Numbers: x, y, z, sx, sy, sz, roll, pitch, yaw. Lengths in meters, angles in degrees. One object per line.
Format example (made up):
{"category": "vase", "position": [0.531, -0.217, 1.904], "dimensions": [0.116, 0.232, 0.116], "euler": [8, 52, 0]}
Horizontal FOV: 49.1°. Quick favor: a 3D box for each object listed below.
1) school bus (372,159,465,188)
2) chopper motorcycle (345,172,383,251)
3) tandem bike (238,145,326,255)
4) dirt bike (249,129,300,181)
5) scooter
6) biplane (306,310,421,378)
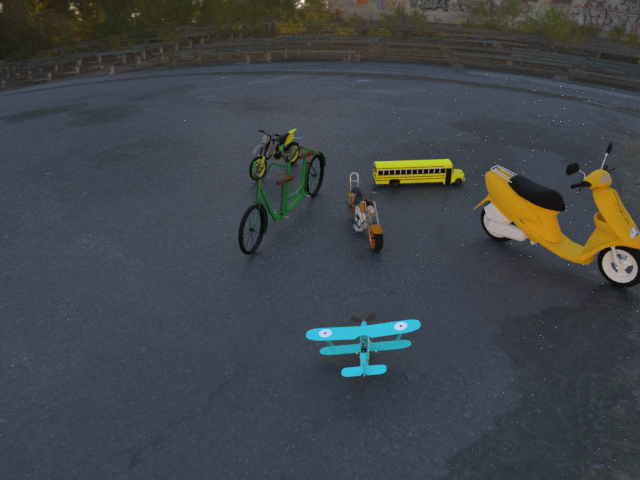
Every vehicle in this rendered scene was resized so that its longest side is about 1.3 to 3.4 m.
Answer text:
{"category": "school bus", "position": [1.847, -1.248, 12.996], "dimensions": [1.708, 0.434, 0.365], "euler": [-2, 28, -5]}
{"category": "chopper motorcycle", "position": [0.717, -0.464, 11.140], "dimensions": [0.466, 0.761, 1.563], "euler": [-6, 28, -12]}
{"category": "tandem bike", "position": [-0.542, -0.903, 11.371], "dimensions": [0.550, 1.326, 3.192], "euler": [11, 30, 20]}
{"category": "dirt bike", "position": [-0.850, -1.697, 13.399], "dimensions": [0.527, 0.857, 1.493], "euler": [19, 33, 32]}
{"category": "scooter", "position": [3.458, -0.490, 10.082], "dimensions": [2.721, 1.786, 1.288], "euler": [25, 36, 39]}
{"category": "biplane", "position": [0.491, 1.253, 8.127], "dimensions": [1.336, 0.504, 1.090], "euler": [2, 28, 3]}
